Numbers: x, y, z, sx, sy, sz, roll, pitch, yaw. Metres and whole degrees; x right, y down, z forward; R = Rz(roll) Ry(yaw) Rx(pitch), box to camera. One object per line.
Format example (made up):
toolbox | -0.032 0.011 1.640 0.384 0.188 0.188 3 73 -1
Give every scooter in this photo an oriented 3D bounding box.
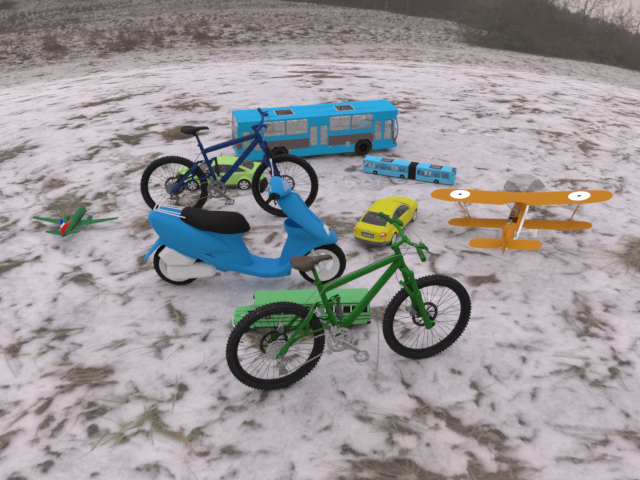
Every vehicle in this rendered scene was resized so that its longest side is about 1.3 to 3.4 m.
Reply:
scooter | -1.002 -0.184 9.237 2.721 1.786 1.288 0 28 0

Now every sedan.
sedan | -1.811 -1.233 12.657 1.613 0.483 0.635 -1 28 -2
sedan | 1.067 -0.388 11.036 0.635 0.483 1.613 13 30 24

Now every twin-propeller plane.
twin-propeller plane | -3.883 -0.334 11.016 1.370 0.407 1.095 0 28 1

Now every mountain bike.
mountain bike | 0.378 0.746 7.559 2.857 1.688 1.114 -9 29 -16
mountain bike | -1.448 -1.118 11.134 2.857 1.688 1.114 -1 28 -2

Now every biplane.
biplane | 2.823 -0.292 10.315 2.598 0.981 2.120 11 29 20

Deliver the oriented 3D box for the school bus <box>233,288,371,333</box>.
school bus | -0.232 0.862 8.693 1.708 0.434 0.365 -1 28 -3

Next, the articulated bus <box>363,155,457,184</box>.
articulated bus | 1.644 -1.303 13.002 1.749 0.289 0.311 11 29 19

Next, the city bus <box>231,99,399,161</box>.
city bus | -0.096 -2.166 14.000 3.255 0.894 0.926 -7 28 -13
